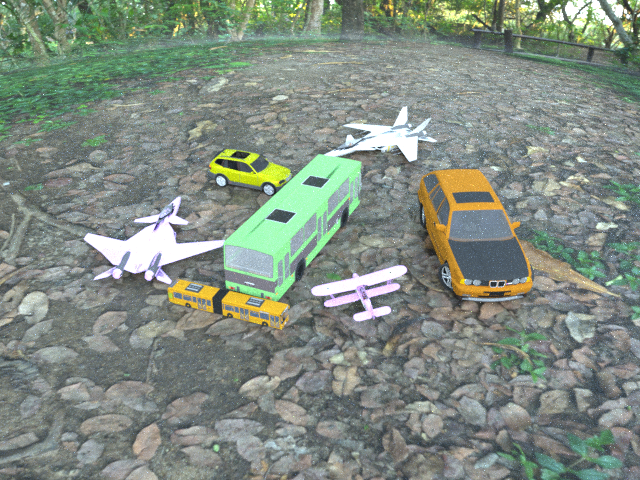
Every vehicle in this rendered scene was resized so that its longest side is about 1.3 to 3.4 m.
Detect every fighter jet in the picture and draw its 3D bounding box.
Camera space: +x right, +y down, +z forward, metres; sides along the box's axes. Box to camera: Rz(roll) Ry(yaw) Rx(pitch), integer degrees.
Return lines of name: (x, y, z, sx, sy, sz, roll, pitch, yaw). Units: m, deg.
fighter jet: (1.018, -2.079, 14.202, 2.640, 0.557, 2.229, -19, 36, -29)
fighter jet: (-2.592, -0.228, 11.127, 2.229, 0.557, 2.640, 3, 31, 5)

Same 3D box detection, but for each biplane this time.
biplane: (0.574, 0.759, 9.537, 1.336, 0.504, 1.090, -6, 32, -10)

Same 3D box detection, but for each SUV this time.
SUV: (-1.278, -1.282, 12.855, 1.572, 0.580, 0.656, 12, 33, 18)

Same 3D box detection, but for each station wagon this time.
station wagon: (2.322, -0.228, 10.773, 1.327, 0.920, 3.105, -2, 31, -3)

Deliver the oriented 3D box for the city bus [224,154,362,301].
city bus: (-0.311, -0.261, 10.853, 0.926, 0.894, 3.255, 13, 33, 20)

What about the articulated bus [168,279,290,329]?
articulated bus: (-1.256, 0.869, 9.564, 1.749, 0.289, 0.311, 11, 33, 18)
